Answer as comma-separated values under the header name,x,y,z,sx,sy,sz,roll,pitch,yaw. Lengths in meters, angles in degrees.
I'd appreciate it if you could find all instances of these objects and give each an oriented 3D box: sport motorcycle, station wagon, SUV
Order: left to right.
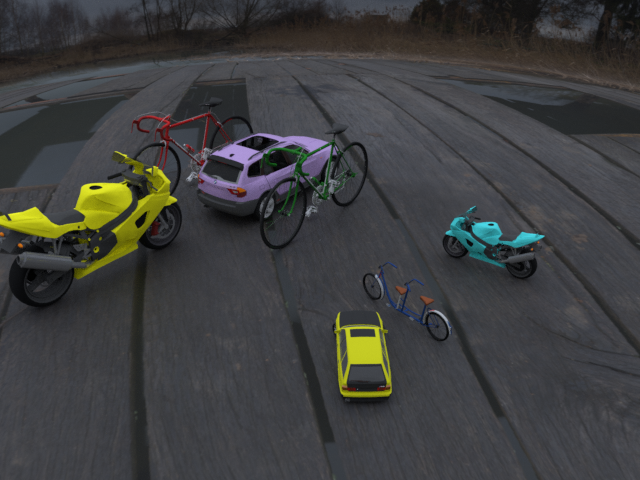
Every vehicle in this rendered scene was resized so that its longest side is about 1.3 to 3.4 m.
name,x,y,z,sx,sy,sz,roll,pitch,yaw
sport motorcycle,-3.175,-0.194,10.032,0.983,1.596,2.955,22,36,34
SUV,-0.855,-1.353,12.602,1.276,1.128,3.058,20,35,31
station wagon,0.510,1.295,8.508,0.682,0.473,1.597,0,29,-1
sport motorcycle,2.533,0.050,10.391,1.520,0.821,0.506,19,34,30

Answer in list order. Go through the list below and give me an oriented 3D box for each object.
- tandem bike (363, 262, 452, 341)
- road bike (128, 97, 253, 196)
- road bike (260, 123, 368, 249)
name,x,y,z,sx,sy,sz,roll,pitch,yaw
tandem bike,1.123,0.761,9.255,0.283,0.682,1.642,-22,36,-33
road bike,-2.276,-1.681,12.649,0.697,1.656,3.004,22,36,34
road bike,-0.021,-0.992,11.408,0.697,1.656,3.004,19,34,31
